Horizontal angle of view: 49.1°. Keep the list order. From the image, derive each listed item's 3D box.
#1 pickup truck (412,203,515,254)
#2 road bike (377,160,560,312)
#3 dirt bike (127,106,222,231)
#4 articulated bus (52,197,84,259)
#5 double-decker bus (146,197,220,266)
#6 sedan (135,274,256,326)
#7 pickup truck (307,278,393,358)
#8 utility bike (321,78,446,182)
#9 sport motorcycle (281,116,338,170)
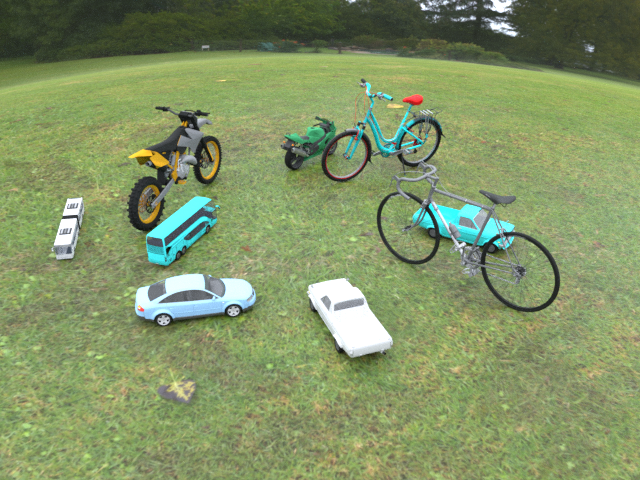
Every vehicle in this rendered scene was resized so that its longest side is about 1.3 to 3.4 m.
[{"bbox_3d":[2.320,-0.275,11.315,1.603,0.511,0.640,16,33,27],"label":"pickup truck"},{"bbox_3d":[1.979,-0.087,9.780,3.004,1.656,0.696,24,37,37],"label":"road bike"},{"bbox_3d":[-2.483,-1.376,12.123,1.024,1.666,2.903,11,31,19],"label":"dirt bike"},{"bbox_3d":[-4.083,-0.216,11.438,0.311,0.289,1.749,-5,29,-9],"label":"articulated bus"},{"bbox_3d":[-2.153,-0.182,11.113,0.389,0.541,1.672,10,30,18],"label":"double-decker bus"},{"bbox_3d":[-1.683,0.747,9.477,1.613,0.483,0.635,-6,29,-11],"label":"sedan"},{"bbox_3d":[0.357,0.950,9.077,0.640,0.511,1.603,-10,30,-18],"label":"pickup truck"},{"bbox_3d":[1.315,-2.054,13.181,2.791,1.839,1.039,-14,32,-24],"label":"utility bike"},{"bbox_3d":[-0.167,-1.950,14.051,0.506,0.821,1.520,24,37,37],"label":"sport motorcycle"}]
